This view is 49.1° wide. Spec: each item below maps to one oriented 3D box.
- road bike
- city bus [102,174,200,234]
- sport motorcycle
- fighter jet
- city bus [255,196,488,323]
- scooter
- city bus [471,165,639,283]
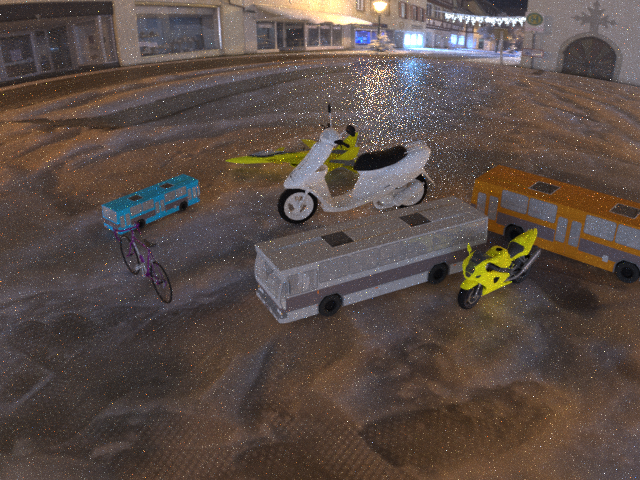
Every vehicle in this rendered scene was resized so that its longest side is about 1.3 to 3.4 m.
[{"bbox_3d":[-2.418,0.281,9.605,0.358,0.852,1.545,-21,35,-33],"label":"road bike"},{"bbox_3d":[-2.767,-0.593,11.618,0.476,0.460,1.674,23,36,35],"label":"city bus"},{"bbox_3d":[2.404,0.382,9.451,1.520,0.821,0.506,-21,35,-34],"label":"sport motorcycle"},{"bbox_3d":[-0.529,-1.681,13.514,2.640,0.557,2.229,0,29,0],"label":"fighter jet"},{"bbox_3d":[0.753,0.246,9.624,3.255,0.894,0.926,-14,32,-24],"label":"city bus"},{"bbox_3d":[0.619,-1.204,11.354,2.721,1.786,1.288,-8,30,-14],"label":"scooter"},{"bbox_3d":[3.877,-0.206,10.453,3.255,0.894,0.926,22,36,35],"label":"city bus"}]
